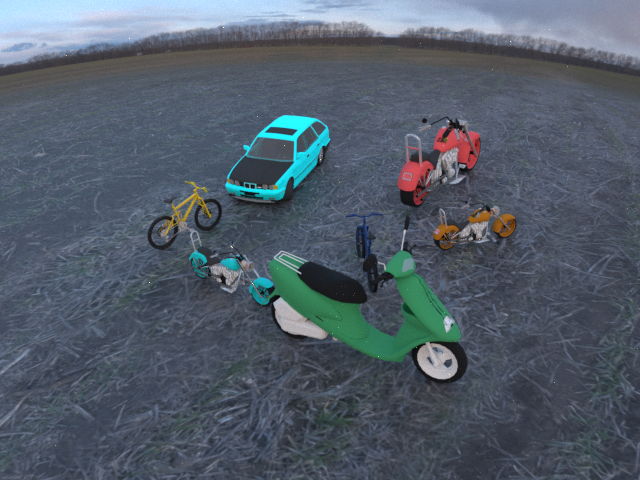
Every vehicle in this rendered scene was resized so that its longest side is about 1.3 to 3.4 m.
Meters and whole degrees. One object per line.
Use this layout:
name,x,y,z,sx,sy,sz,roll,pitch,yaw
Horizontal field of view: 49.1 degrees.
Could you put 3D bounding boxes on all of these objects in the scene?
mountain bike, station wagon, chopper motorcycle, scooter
mountain bike,-2.185,-0.408,11.371,0.573,0.868,1.469,24,36,38
station wagon,-0.772,-1.687,13.716,1.327,0.920,3.105,9,29,16
chopper motorcycle,2.320,-1.642,13.037,0.906,1.480,3.040,18,33,30
scooter,0.489,0.674,8.364,2.721,1.786,1.288,14,31,24
chopper motorcycle,-1.270,0.400,9.968,1.563,0.761,0.466,19,33,31
chopper motorcycle,2.514,-0.276,11.236,1.563,0.761,0.466,-12,30,-22
mountain bike,0.694,0.129,10.364,0.573,0.868,1.469,-4,28,-7
